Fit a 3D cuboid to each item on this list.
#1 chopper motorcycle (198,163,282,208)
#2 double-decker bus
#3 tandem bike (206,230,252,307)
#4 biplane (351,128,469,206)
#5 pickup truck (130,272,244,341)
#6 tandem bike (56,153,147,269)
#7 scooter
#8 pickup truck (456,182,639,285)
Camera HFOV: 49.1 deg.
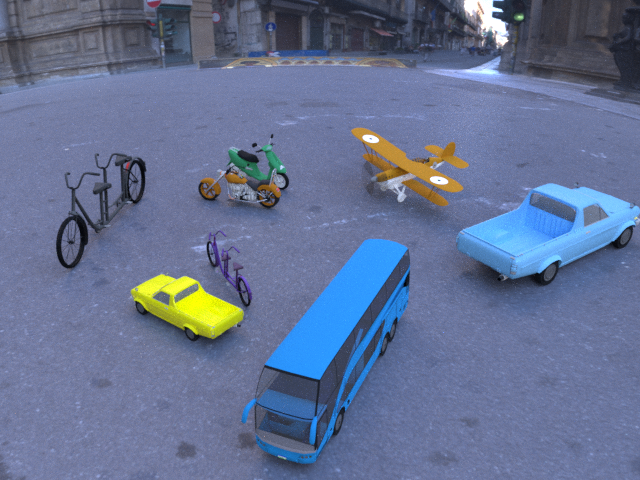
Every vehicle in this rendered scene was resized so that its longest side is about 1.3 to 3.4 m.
[{"bbox_3d":[-1.419,-0.978,12.225,1.563,0.761,0.466,10,29,18],"label":"chopper motorcycle"},{"bbox_3d":[0.239,1.124,7.858,0.756,1.052,3.251,11,29,21],"label":"double-decker bus"},{"bbox_3d":[-1.297,0.338,9.775,0.283,0.682,1.642,-14,31,-25],"label":"tandem bike"},{"bbox_3d":[1.722,-1.278,12.566,2.120,0.981,2.598,-20,34,-34],"label":"biplane"},{"bbox_3d":[-1.742,0.811,9.049,1.603,0.511,0.640,20,33,33],"label":"pickup truck"},{"bbox_3d":[-3.433,-0.751,11.175,0.550,1.326,3.192,4,28,9],"label":"tandem bike"},{"bbox_3d":[-1.173,-1.475,13.012,1.399,0.919,0.662,15,31,27],"label":"scooter"},{"bbox_3d":[3.497,-0.223,10.518,3.117,0.993,1.244,-19,33,-32],"label":"pickup truck"}]
